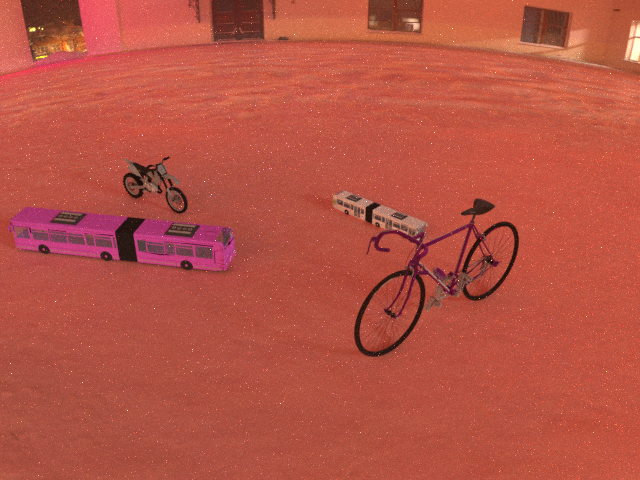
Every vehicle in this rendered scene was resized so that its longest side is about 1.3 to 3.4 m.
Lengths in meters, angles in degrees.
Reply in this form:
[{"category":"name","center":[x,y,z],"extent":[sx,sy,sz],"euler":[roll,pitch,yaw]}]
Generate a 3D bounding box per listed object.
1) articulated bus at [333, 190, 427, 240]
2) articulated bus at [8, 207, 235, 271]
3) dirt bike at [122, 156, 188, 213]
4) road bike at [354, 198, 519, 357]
[{"category":"articulated bus","center":[0.946,-0.408,11.399],"extent":[1.749,0.289,0.311],"euler":[24,38,35]},{"category":"articulated bus","center":[-2.976,-0.026,10.486],"extent":[3.401,0.561,0.605],"euler":[6,31,10]},{"category":"dirt bike","center":[-2.805,-0.971,11.794],"extent":[1.493,0.857,0.527],"euler":[19,35,29]},{"category":"road bike","center":[1.564,0.374,8.733],"extent":[3.004,1.656,0.696],"euler":[-22,37,-33]}]
